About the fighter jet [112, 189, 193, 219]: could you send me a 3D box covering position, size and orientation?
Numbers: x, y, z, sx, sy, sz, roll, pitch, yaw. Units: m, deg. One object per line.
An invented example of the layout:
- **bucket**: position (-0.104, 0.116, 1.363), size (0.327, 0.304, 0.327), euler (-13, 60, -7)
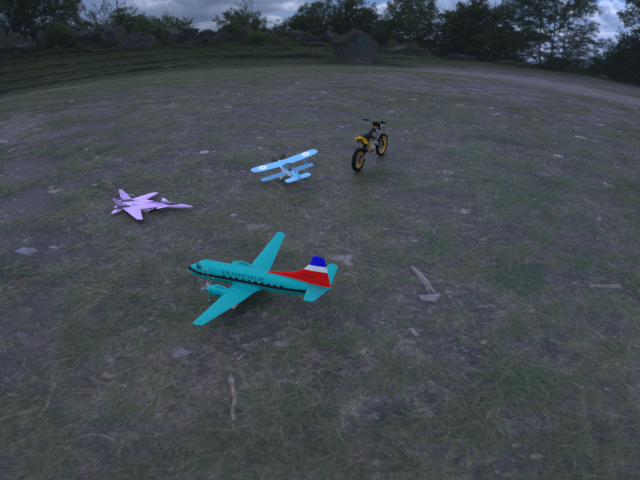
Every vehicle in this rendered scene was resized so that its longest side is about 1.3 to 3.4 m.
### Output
- **fighter jet**: position (-2.887, -0.664, 12.162), size (1.358, 0.286, 1.147), euler (1, 27, 1)

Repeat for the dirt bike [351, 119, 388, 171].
- **dirt bike**: position (1.013, -1.954, 14.076), size (0.527, 0.857, 1.493), euler (15, 31, 27)

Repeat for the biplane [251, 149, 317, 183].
- **biplane**: position (-0.604, -1.308, 13.190), size (1.336, 0.504, 1.090), euler (-12, 29, -22)

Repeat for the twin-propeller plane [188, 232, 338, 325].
- **twin-propeller plane**: position (-0.856, 0.430, 9.444), size (2.129, 0.792, 2.663), euler (9, 28, 18)
